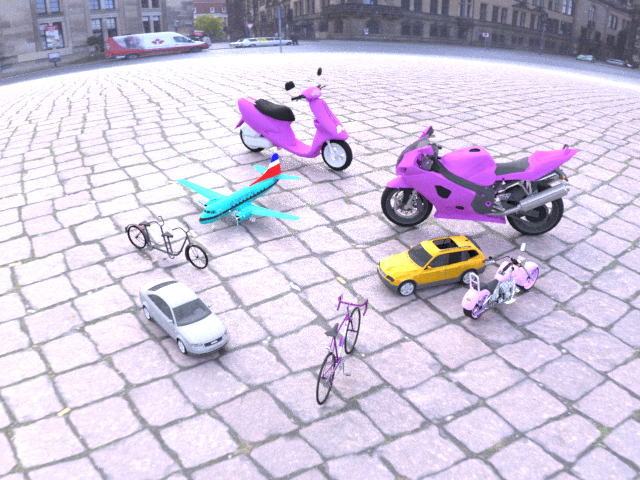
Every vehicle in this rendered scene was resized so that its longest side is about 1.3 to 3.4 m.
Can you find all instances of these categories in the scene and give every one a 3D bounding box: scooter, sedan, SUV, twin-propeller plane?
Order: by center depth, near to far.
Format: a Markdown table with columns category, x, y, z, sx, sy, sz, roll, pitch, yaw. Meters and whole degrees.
| category | x | y | z | sx | sy | sz | roll | pitch | yaw |
| --- | --- | --- | --- | --- | --- | --- | --- | --- | --- |
| sedan | -1.769 | 0.924 | 9.009 | 0.635 | 0.483 | 1.613 | -21 | 35 | -33 |
| SUV | 1.597 | 0.320 | 10.007 | 1.572 | 0.580 | 0.656 | -9 | 30 | -16 |
| twin-propeller plane | -1.309 | -0.827 | 11.871 | 2.663 | 0.792 | 2.129 | 19 | 34 | 30 |
| scooter | -0.561 | -2.394 | 13.686 | 2.721 | 1.786 | 1.288 | 16 | 32 | 26 |

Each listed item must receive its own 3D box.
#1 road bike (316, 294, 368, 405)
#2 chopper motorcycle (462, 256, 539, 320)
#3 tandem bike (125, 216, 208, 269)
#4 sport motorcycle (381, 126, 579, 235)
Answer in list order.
| category | x | y | z | sx | sy | sz | roll | pitch | yaw |
| --- | --- | --- | --- | --- | --- | --- | --- | --- | --- |
| road bike | 0.234 | 1.212 | 8.105 | 0.358 | 0.852 | 1.545 | 10 | 30 | 18 |
| chopper motorcycle | 2.473 | 0.538 | 9.423 | 1.563 | 0.761 | 0.466 | -23 | 36 | -35 |
| tandem bike | -2.337 | -0.025 | 10.527 | 1.642 | 0.682 | 0.283 | 16 | 33 | 27 |
| sport motorcycle | 2.457 | -0.865 | 11.105 | 2.955 | 1.596 | 0.983 | 4 | 29 | 7 |
